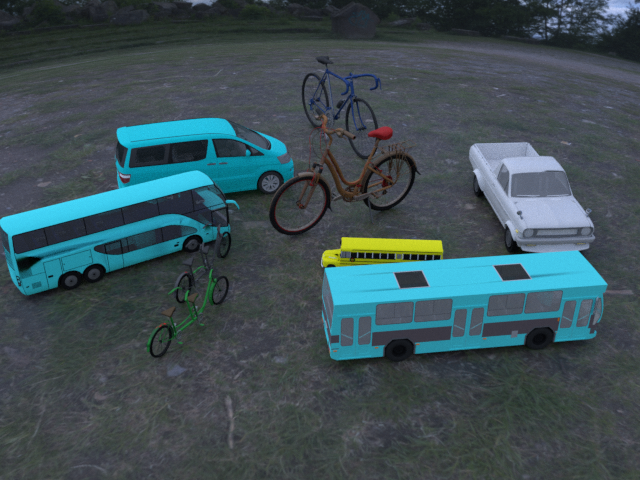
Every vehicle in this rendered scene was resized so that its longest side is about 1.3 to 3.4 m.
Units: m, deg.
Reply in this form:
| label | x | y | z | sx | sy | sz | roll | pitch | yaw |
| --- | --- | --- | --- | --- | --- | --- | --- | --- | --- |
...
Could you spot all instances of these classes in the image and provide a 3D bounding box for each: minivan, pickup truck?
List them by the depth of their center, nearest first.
| label | x | y | z | sx | sy | sz | roll | pitch | yaw |
| --- | --- | --- | --- | --- | --- | --- | --- | --- | --- |
| pickup truck | 3.300 | -0.854 | 11.229 | 1.244 | 0.993 | 3.117 | -2 | 30 | -3 |
| minivan | -1.951 | -1.414 | 11.995 | 3.011 | 1.197 | 1.324 | -10 | 31 | -16 |

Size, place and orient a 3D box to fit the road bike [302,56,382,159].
| label | x | y | z | sx | sy | sz | roll | pitch | yaw |
| --- | --- | --- | --- | --- | --- | --- | --- | --- | --- |
| road bike | 0.341 | -2.718 | 13.795 | 0.696 | 1.656 | 3.004 | -15 | 33 | -25 |

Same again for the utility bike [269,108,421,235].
| label | x | y | z | sx | sy | sz | roll | pitch | yaw |
| --- | --- | --- | --- | --- | --- | --- | --- | --- | --- |
| utility bike | 0.505 | -1.040 | 10.704 | 2.791 | 1.839 | 1.039 | -16 | 34 | -26 |

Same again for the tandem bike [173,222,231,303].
| label | x | y | z | sx | sy | sz | roll | pitch | yaw |
| --- | --- | --- | --- | --- | --- | --- | --- | --- | --- |
| tandem bike | -1.605 | 0.243 | 9.640 | 0.283 | 0.682 | 1.642 | 10 | 32 | 17 |

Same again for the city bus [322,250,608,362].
| label | x | y | z | sx | sy | sz | roll | pitch | yaw |
| --- | --- | --- | --- | --- | --- | --- | --- | --- | --- |
| city bus | 1.685 | 0.806 | 8.452 | 3.255 | 0.894 | 0.926 | -4 | 30 | -6 |

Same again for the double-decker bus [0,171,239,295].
| label | x | y | z | sx | sy | sz | roll | pitch | yaw |
| --- | --- | --- | --- | --- | --- | --- | --- | --- | --- |
| double-decker bus | -2.764 | -0.173 | 9.991 | 3.251 | 1.052 | 0.756 | -18 | 35 | -28 |

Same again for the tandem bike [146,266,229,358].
| label | x | y | z | sx | sy | sz | roll | pitch | yaw |
| --- | --- | --- | --- | --- | --- | --- | --- | --- | --- |
| tandem bike | -1.609 | 0.817 | 8.646 | 0.283 | 0.682 | 1.642 | 15 | 33 | 24 |

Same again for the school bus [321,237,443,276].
| label | x | y | z | sx | sy | sz | roll | pitch | yaw |
| --- | --- | --- | --- | --- | --- | --- | --- | --- | --- |
| school bus | 0.873 | 0.221 | 9.926 | 1.708 | 0.434 | 0.365 | 2 | 30 | 3 |
